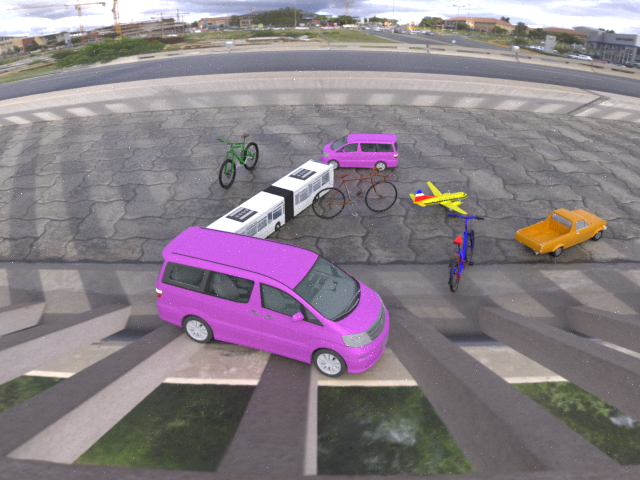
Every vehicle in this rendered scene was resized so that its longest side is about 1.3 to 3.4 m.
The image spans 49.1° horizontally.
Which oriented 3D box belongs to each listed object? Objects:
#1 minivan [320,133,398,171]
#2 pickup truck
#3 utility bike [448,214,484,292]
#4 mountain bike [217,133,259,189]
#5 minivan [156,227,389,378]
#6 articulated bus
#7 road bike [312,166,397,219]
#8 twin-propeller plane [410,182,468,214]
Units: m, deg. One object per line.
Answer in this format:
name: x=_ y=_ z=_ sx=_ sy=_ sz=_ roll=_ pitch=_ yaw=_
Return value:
minivan: x=0.785 y=-1.775 z=13.947 sx=1.548 sy=0.616 sz=0.681 roll=2 pitch=30 yaw=4
pickup truck: x=3.894 y=-0.179 z=11.270 sx=1.603 sy=0.511 sz=0.640 roll=-18 pitch=34 yaw=-28
utility bike: x=2.062 y=0.118 z=10.315 sx=0.535 sy=0.946 sz=1.435 roll=12 pitch=32 yaw=21
mountain bike: x=-1.543 y=-1.574 z=13.343 sx=0.573 sy=0.868 sz=1.469 roll=12 pitch=32 yaw=20
minivan: x=-0.598 y=0.725 z=9.006 sx=3.011 sy=1.197 sz=1.324 roll=11 pitch=32 yaw=19
articulated bus: x=-0.824 y=-0.527 z=11.825 sx=0.605 sy=0.561 sz=3.401 roll=17 pitch=34 yaw=27
road bike: x=0.609 y=-0.800 z=12.010 sx=1.545 sy=0.852 sz=0.358 roll=-8 pitch=31 yaw=-13
twin-propeller plane: x=2.156 y=-0.770 z=12.404 sx=1.095 sy=0.407 sz=1.370 roll=-10 pitch=31 yaw=-17
